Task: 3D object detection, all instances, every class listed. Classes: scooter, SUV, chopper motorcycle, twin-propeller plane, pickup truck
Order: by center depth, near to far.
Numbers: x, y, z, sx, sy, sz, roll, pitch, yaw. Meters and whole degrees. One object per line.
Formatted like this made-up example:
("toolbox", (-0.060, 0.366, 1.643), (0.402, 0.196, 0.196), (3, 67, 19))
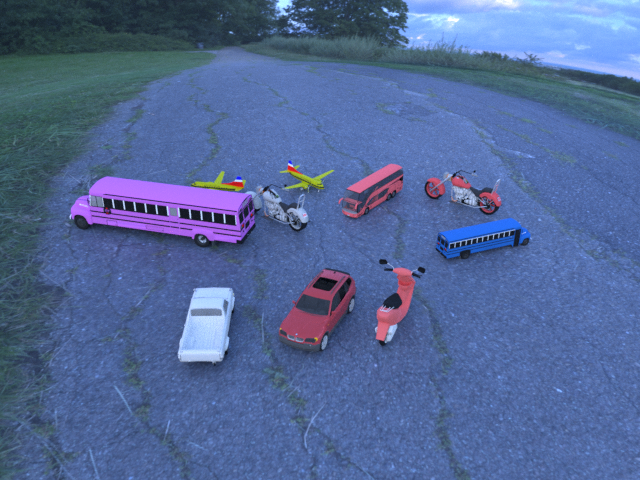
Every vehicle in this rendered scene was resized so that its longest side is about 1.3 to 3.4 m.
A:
("pickup truck", (-1.529, 1.098, 9.536), (0.640, 0.511, 1.603), (-1, 29, -1))
("scooter", (1.063, 0.794, 9.665), (0.662, 0.919, 1.399), (12, 31, 20))
("SUV", (-0.009, 0.935, 9.759), (0.656, 0.580, 1.572), (12, 31, 21))
("chopper motorcycle", (-0.815, -0.663, 12.463), (1.563, 0.761, 0.466), (23, 37, 36))
("chopper motorcycle", (2.651, -0.966, 13.012), (1.563, 0.761, 0.466), (22, 36, 34))
("twin-propeller plane", (-2.003, -1.084, 13.591), (1.095, 0.407, 1.370), (5, 29, 10))
("twin-propeller plane", (-0.292, -1.260, 13.909), (1.370, 0.407, 1.095), (-24, 37, -36))

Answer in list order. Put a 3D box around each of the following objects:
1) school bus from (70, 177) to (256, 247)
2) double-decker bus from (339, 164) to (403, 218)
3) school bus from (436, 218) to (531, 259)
("school bus", (-2.795, -0.519, 12.117), (3.322, 0.844, 0.709), (8, 30, 14))
("double-decker bus", (0.996, -0.921, 13.156), (0.389, 0.541, 1.672), (20, 35, 32))
("school bus", (2.763, -0.037, 11.668), (1.708, 0.434, 0.365), (-11, 31, -19))
